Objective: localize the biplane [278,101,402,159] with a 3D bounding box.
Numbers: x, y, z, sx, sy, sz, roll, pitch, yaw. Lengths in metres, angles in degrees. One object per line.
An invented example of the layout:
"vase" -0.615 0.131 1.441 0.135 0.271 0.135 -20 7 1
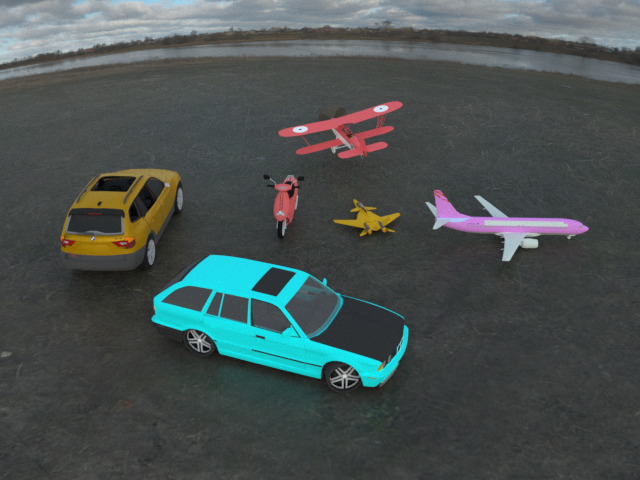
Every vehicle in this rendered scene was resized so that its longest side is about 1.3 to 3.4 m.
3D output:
"biplane" 0.520 -2.051 13.948 2.598 0.981 2.120 -8 29 -15

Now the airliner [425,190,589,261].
"airliner" 2.980 -0.392 10.984 2.541 0.835 2.257 0 28 1

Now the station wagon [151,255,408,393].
"station wagon" -0.479 0.894 8.475 3.105 0.920 1.327 11 30 19

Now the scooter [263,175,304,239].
"scooter" -0.559 -0.693 11.460 0.662 0.919 1.399 3 28 6

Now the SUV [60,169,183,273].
"SUV" -3.030 -0.532 10.935 1.276 1.128 3.058 1 28 2

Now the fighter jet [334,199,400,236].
"fighter jet" 0.762 -0.486 11.744 1.147 0.286 1.358 -7 29 -13
